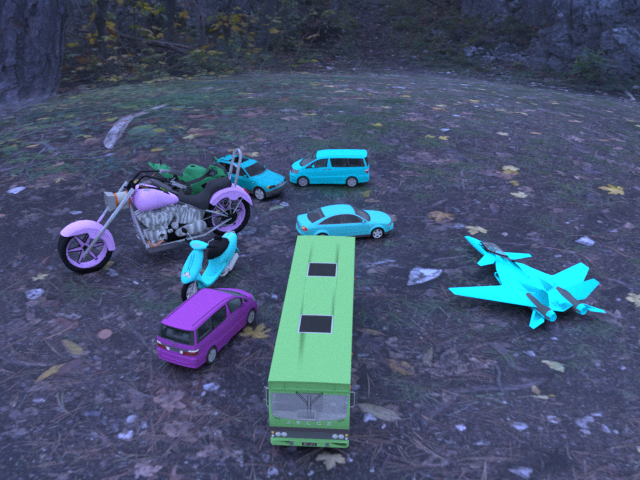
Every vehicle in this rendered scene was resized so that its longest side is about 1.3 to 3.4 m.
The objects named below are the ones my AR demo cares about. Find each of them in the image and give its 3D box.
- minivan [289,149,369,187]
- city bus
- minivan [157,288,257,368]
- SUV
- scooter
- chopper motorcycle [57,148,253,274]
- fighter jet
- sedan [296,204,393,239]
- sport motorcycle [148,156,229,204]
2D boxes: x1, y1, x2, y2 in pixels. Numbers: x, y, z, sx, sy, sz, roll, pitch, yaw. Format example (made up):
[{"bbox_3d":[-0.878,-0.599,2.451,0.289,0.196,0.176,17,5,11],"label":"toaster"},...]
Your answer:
[{"bbox_3d":[0.182,-1.415,13.582,1.548,0.616,0.681,0,26,1],"label":"minivan"},{"bbox_3d":[-0.010,1.038,8.229,0.926,0.894,3.255,1,26,3],"label":"city bus"},{"bbox_3d":[-1.360,0.967,8.693,0.681,0.616,1.548,11,28,22],"label":"minivan"},{"bbox_3d":[-1.372,-1.221,13.224,1.572,0.580,0.656,16,30,29],"label":"SUV"},{"bbox_3d":[-1.549,0.233,9.854,0.662,0.919,1.399,12,28,23],"label":"scooter"},{"bbox_3d":[-2.458,-0.470,10.657,3.040,1.480,0.906,-14,29,-26],"label":"chopper motorcycle"},{"bbox_3d":[2.784,0.331,10.065,2.229,0.557,2.640,-9,27,-18],"label":"fighter jet"},{"bbox_3d":[0.412,-0.307,11.460,1.613,0.483,0.635,-5,26,-11],"label":"sedan"},{"bbox_3d":[-2.294,-1.038,12.574,1.520,0.821,0.506,1,26,2],"label":"sport motorcycle"}]
